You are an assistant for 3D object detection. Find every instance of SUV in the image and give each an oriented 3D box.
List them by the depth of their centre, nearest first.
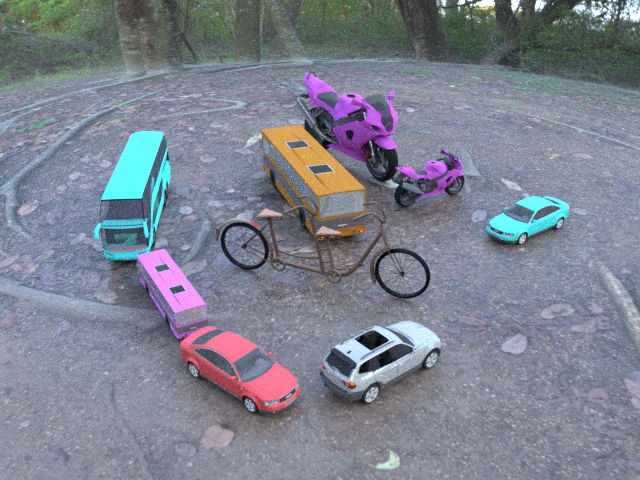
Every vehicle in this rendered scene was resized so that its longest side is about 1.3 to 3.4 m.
[{"bbox_3d":[0.727,1.306,8.080,1.572,0.580,0.656,-21,35,-34],"label":"SUV"}]

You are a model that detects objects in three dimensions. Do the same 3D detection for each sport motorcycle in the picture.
[{"bbox_3d":[1.942,-1.069,12.297,1.520,0.821,0.506,-14,31,-25],"label":"sport motorcycle"},{"bbox_3d":[0.554,-2.256,13.706,0.983,1.596,2.955,-18,33,-30],"label":"sport motorcycle"}]

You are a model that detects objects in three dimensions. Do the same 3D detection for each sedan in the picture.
[{"bbox_3d":[-0.927,1.418,7.972,1.613,0.483,0.635,22,35,35],"label":"sedan"},{"bbox_3d":[3.385,-0.381,11.360,1.613,0.483,0.635,-19,33,-32],"label":"sedan"}]

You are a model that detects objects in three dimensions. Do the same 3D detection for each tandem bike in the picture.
[{"bbox_3d":[-0.026,0.025,9.699,3.192,1.326,0.550,10,29,18],"label":"tandem bike"}]

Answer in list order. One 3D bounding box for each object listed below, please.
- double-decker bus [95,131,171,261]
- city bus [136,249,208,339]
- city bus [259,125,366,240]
[{"bbox_3d":[-2.983,-0.775,11.497,0.756,1.052,3.251,-2,28,-4],"label":"double-decker bus"},{"bbox_3d":[-1.985,0.706,9.339,0.476,0.460,1.674,-15,31,-25],"label":"city bus"},{"bbox_3d":[-0.199,-1.041,12.166,0.926,0.894,3.255,-10,29,-17],"label":"city bus"}]
